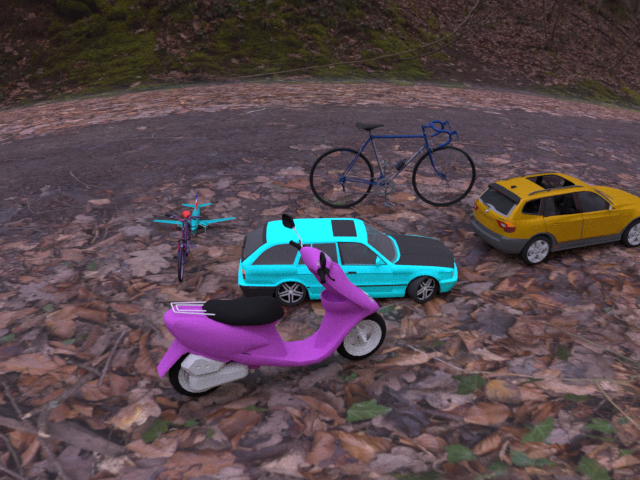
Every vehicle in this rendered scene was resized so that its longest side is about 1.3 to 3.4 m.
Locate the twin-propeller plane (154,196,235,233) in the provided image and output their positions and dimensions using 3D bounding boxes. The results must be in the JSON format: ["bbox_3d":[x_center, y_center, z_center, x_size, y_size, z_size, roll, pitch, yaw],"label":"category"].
[{"bbox_3d":[-2.137,-0.422,11.971,1.370,0.407,1.095,-2,25,-4],"label":"twin-propeller plane"}]

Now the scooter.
[{"bbox_3d":[-0.472,0.786,7.777,2.721,1.786,1.288,-9,27,-19],"label":"scooter"}]

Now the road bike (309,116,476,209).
[{"bbox_3d":[1.312,-1.345,12.469,3.004,1.656,0.696,-1,25,-3],"label":"road bike"}]

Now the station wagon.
[{"bbox_3d":[0.400,0.234,9.970,3.105,0.920,1.327,-1,25,-2],"label":"station wagon"}]

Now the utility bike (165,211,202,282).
[{"bbox_3d":[-1.996,-0.029,10.501,0.535,0.946,1.435,-2,25,-4],"label":"utility bike"}]

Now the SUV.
[{"bbox_3d":[3.938,-0.482,11.252,3.058,1.128,1.276,-9,26,-18],"label":"SUV"}]
